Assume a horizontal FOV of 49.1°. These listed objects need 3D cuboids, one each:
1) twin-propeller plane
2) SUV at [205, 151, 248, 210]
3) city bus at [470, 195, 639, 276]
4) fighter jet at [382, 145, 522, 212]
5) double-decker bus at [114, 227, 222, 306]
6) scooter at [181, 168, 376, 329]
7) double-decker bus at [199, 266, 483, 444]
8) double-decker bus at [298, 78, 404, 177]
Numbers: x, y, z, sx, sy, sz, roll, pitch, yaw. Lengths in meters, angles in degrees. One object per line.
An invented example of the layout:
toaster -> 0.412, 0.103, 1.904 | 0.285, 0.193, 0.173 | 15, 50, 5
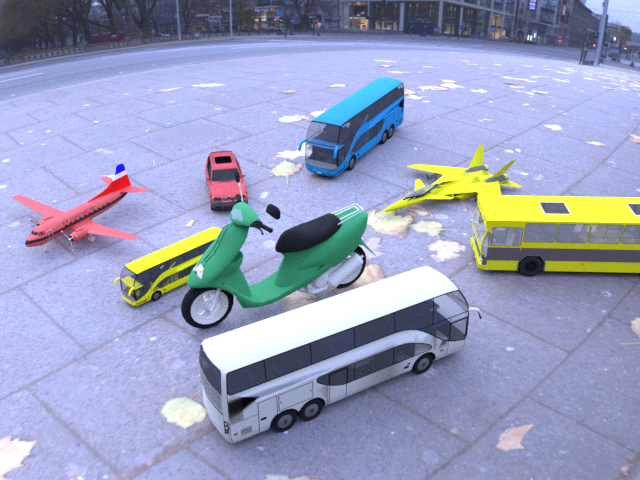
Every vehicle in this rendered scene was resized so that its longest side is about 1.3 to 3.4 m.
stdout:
twin-propeller plane -> -3.691, -0.499, 10.808 | 2.663, 0.792, 2.129 | 17, 34, 27
SUV -> -1.622, -1.045, 11.970 | 0.656, 0.580, 1.572 | -6, 30, -11
city bus -> 3.851, -0.047, 9.920 | 3.255, 0.894, 0.926 | 1, 30, 2
fighter jet -> 2.101, -0.965, 11.853 | 2.640, 0.557, 2.229 | -18, 35, -29
double-decker bus -> -1.981, 0.360, 9.567 | 0.389, 0.541, 1.672 | 26, 39, 38
scooter -> -0.489, 0.075, 8.814 | 2.721, 1.786, 1.288 | -15, 33, -24
double-decker bus -> 0.295, 1.156, 7.671 | 3.251, 1.052, 0.756 | -16, 34, -26
double-decker bus -> 0.717, -2.205, 13.512 | 0.756, 1.052, 3.251 | 15, 33, 25
